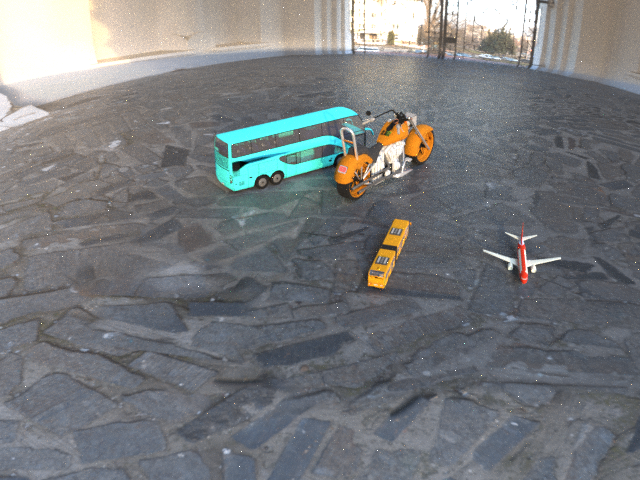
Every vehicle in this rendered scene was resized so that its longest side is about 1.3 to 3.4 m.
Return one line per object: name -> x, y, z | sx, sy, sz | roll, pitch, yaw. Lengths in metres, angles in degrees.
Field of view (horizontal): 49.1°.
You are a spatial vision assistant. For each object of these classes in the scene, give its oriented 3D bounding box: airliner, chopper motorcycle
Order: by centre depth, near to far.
airliner -> 3.082, 0.207, 10.622 | 1.161, 0.429, 1.307 | 6, 30, 10
chopper motorcycle -> 1.293, -1.770, 13.033 | 0.906, 1.480, 3.040 | 21, 36, 33

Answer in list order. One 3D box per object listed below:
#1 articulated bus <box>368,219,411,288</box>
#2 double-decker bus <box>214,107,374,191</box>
articulated bus -> 1.079, 0.180, 10.810 | 0.311, 0.289, 1.749 | 9, 31, 16
double-decker bus -> -0.469, -1.806, 13.528 | 3.251, 1.052, 0.756 | -19, 35, -29
